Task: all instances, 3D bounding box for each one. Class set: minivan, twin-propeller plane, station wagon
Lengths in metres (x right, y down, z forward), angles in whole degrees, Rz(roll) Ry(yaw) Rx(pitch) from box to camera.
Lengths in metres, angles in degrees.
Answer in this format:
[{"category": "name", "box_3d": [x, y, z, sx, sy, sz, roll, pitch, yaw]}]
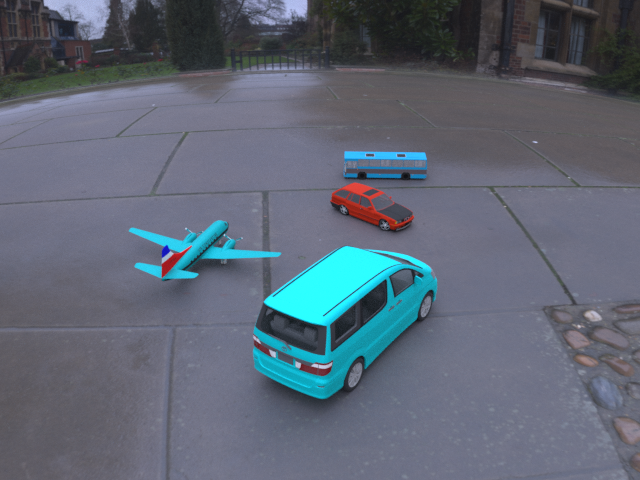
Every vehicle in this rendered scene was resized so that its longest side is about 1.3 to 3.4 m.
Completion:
[{"category": "minivan", "box_3d": [0.449, 0.795, 9.042, 1.324, 1.197, 3.011, 18, 32, 31]}, {"category": "twin-propeller plane", "box_3d": [-1.921, 0.055, 10.902, 2.663, 0.792, 2.129, 9, 29, 17]}, {"category": "station wagon", "box_3d": [0.936, -0.632, 12.567, 1.597, 0.473, 0.682, 24, 36, 38]}]

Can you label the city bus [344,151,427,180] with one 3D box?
[{"category": "city bus", "box_3d": [1.321, -1.510, 14.266, 1.674, 0.460, 0.476, 1, 28, 2]}]
